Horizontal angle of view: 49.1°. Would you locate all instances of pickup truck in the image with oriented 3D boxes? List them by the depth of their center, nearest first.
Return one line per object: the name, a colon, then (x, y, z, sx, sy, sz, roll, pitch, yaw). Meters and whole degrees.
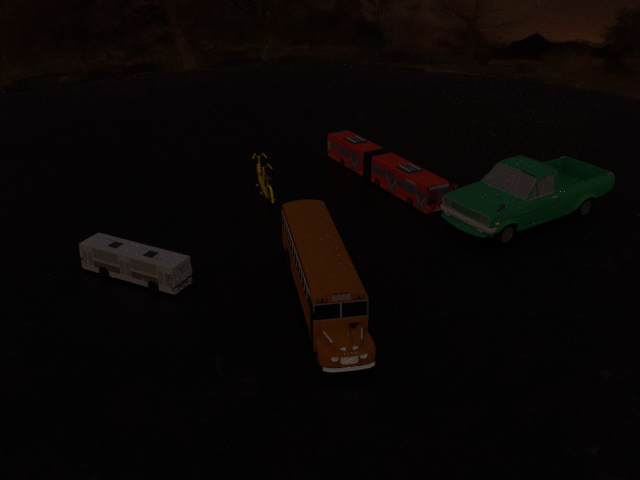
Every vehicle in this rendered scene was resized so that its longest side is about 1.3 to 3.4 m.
pickup truck: (3.492, -0.831, 11.621, 3.117, 0.993, 1.244, -17, 31, -30)

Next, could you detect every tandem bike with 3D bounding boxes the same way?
tandem bike: (-1.006, -1.096, 12.495, 0.283, 0.682, 1.642, -7, 27, -13)

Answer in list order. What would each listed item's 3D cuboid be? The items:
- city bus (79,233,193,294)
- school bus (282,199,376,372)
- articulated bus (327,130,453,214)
city bus: (-2.607, 0.339, 9.882, 1.674, 0.460, 0.476, 13, 29, 24)
school bus: (0.043, 0.491, 9.151, 0.709, 0.844, 3.322, -5, 27, -9)
articulated bus: (1.185, -1.347, 13.131, 0.605, 0.561, 3.401, -14, 30, -26)
